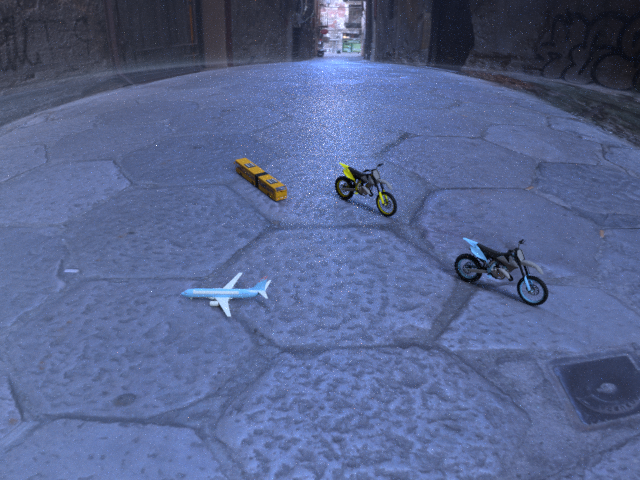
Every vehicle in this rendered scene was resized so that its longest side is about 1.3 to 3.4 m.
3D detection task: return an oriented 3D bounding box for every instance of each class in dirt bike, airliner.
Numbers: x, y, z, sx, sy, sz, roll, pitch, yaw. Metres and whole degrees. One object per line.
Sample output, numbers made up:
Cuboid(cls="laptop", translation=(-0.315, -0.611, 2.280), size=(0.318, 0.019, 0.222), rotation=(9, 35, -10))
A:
Cuboid(cls="dirt bike", translation=(0.830, -0.982, 12.773), size=(1.493, 0.857, 0.527), rotation=(25, 37, 38))
Cuboid(cls="dirt bike", translation=(2.652, 0.404, 10.236), size=(1.493, 0.857, 0.527), rotation=(21, 35, 34))
Cuboid(cls="airliner", translation=(-1.380, 0.693, 10.152), size=(1.307, 0.429, 1.161), rotation=(1, 29, 2))

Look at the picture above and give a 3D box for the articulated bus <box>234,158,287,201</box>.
Cuboid(cls="articulated bus", translation=(-1.181, -1.209, 13.781), size=(0.311, 0.289, 1.749), rotation=(-17, 33, -28))
